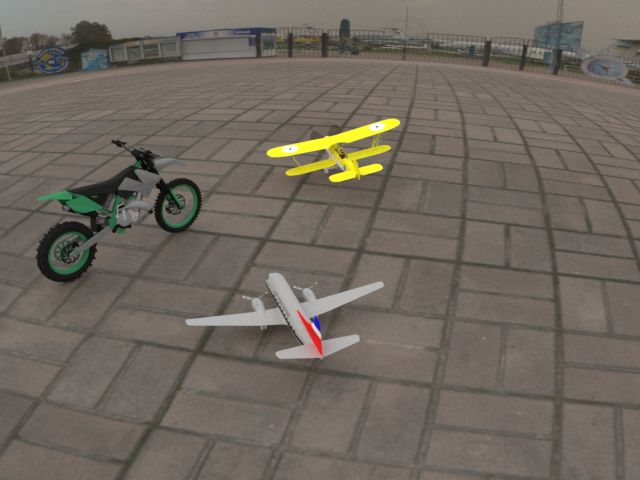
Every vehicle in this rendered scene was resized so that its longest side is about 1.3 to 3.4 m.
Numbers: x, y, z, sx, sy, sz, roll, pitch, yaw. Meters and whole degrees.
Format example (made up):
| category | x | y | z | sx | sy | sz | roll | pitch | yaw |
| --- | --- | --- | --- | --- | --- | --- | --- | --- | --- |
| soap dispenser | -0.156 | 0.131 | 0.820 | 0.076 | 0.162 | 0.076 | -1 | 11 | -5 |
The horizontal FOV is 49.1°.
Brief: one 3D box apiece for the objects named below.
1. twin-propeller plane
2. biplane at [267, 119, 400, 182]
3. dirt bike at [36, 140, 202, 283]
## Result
| category | x | y | z | sx | sy | sz | roll | pitch | yaw |
| --- | --- | --- | --- | --- | --- | --- | --- | --- | --- |
| twin-propeller plane | -0.335 | 0.833 | 8.826 | 2.663 | 0.792 | 2.129 | -10 | 30 | -18 |
| biplane | 0.357 | -1.539 | 13.050 | 2.598 | 0.981 | 2.120 | -8 | 29 | -14 |
| dirt bike | -2.940 | -0.525 | 10.432 | 1.024 | 1.666 | 2.903 | 22 | 35 | 35 |
